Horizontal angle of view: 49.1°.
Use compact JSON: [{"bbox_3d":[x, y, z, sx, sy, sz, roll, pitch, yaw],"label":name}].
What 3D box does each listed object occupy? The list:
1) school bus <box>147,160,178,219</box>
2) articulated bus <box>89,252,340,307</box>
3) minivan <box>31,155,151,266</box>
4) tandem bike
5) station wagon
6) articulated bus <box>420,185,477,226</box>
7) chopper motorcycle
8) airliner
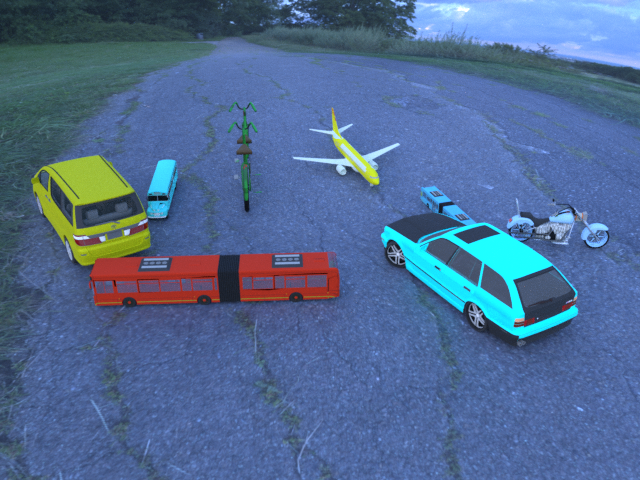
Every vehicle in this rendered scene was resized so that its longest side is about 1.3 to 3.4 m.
[{"bbox_3d":[-2.796,-0.903,12.428,0.365,0.434,1.708,-2,29,-3],"label":"school bus"},{"bbox_3d":[-1.441,0.536,9.726,3.401,0.561,0.605,-1,29,-3],"label":"articulated bus"},{"bbox_3d":[-3.769,-0.675,11.239,1.324,1.197,3.011,-17,34,-28],"label":"minivan"},{"bbox_3d":[-1.378,-1.657,12.863,0.550,1.326,3.192,-3,29,-5],"label":"tandem bike"},{"bbox_3d":[2.105,0.278,9.818,1.327,0.920,3.105,-16,33,-26],"label":"station wagon"},{"bbox_3d":[2.176,-0.448,11.763,0.311,0.289,1.749,-9,30,-16],"label":"articulated bus"},{"bbox_3d":[3.738,-0.260,10.943,1.563,0.761,0.466,4,29,6],"label":"chopper motorcycle"},{"bbox_3d":[0.639,-1.811,13.639,2.257,0.835,2.541,-10,31,-17],"label":"airliner"}]
